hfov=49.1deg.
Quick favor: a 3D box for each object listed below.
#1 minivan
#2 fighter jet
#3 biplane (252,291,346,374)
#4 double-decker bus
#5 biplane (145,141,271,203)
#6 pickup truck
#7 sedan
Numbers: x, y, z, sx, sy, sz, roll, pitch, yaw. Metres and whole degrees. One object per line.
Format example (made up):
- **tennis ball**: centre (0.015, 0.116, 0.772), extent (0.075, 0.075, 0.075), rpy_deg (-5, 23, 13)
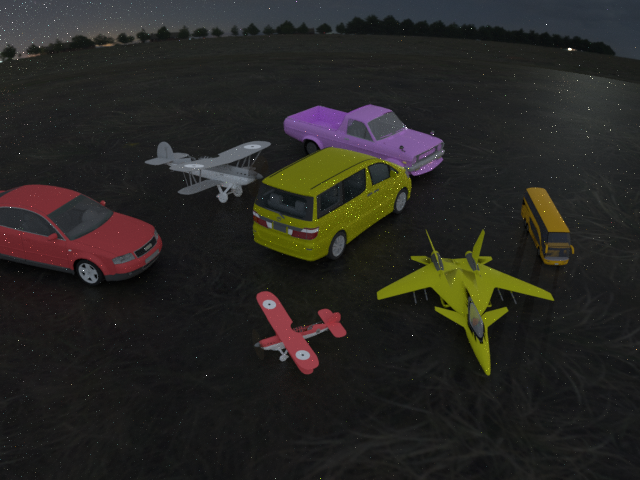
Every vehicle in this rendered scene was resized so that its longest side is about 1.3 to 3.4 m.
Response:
- **minivan**: centre (0.293, -0.735, 10.664), extent (1.324, 1.197, 3.011), rpy_deg (18, 33, 30)
- **fighter jet**: centre (1.843, 0.693, 8.681), extent (2.229, 0.557, 2.640), rpy_deg (0, 28, 1)
- **biplane**: centre (-0.237, 1.084, 8.008), extent (1.090, 0.504, 1.336), rpy_deg (-14, 31, -24)
- **double-decker bus**: centre (3.337, -0.207, 10.373), extent (0.389, 0.541, 1.672), rpy_deg (1, 28, 2)
- **biplane**: centre (-1.860, -1.223, 11.801), extent (2.120, 0.981, 2.598), rpy_deg (13, 31, 23)
- **pickup truck**: centre (0.786, -1.991, 13.218), extent (3.117, 0.993, 1.244), rpy_deg (21, 35, 34)
- **sedan**: centre (-3.751, -0.191, 9.923), extent (3.137, 0.940, 1.235), rpy_deg (10, 30, 18)
